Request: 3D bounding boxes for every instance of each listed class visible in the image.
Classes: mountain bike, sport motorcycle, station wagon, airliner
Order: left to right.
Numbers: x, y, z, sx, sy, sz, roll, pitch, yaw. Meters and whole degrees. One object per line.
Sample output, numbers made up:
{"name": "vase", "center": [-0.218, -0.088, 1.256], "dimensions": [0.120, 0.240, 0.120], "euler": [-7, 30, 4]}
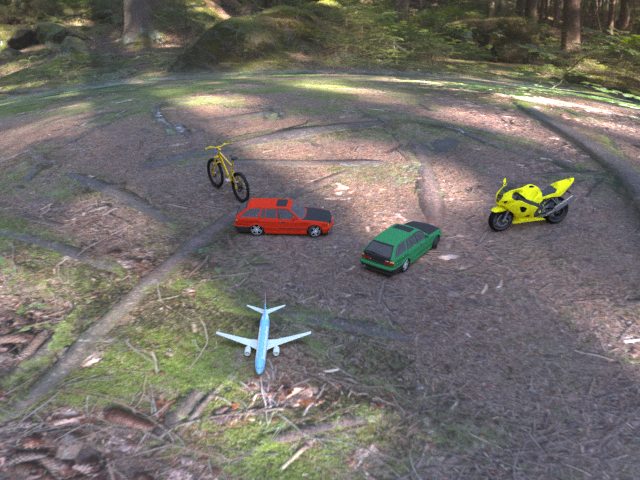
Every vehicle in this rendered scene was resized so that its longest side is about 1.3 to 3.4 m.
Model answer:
{"name": "mountain bike", "center": [-1.686, -1.236, 12.714], "dimensions": [0.573, 0.868, 1.469], "euler": [-18, 31, -32]}
{"name": "airliner", "center": [-0.690, 1.113, 8.407], "dimensions": [1.161, 0.429, 1.307], "euler": [0, 26, 0]}
{"name": "station wagon", "center": [-0.578, -0.394, 11.441], "dimensions": [1.597, 0.473, 0.682], "euler": [2, 26, 3]}
{"name": "station wagon", "center": [1.270, 0.017, 10.601], "dimensions": [0.682, 0.473, 1.597], "euler": [18, 31, 32]}
{"name": "sport motorcycle", "center": [3.452, -0.594, 11.454], "dimensions": [1.520, 0.821, 0.506], "euler": [-8, 27, -17]}
